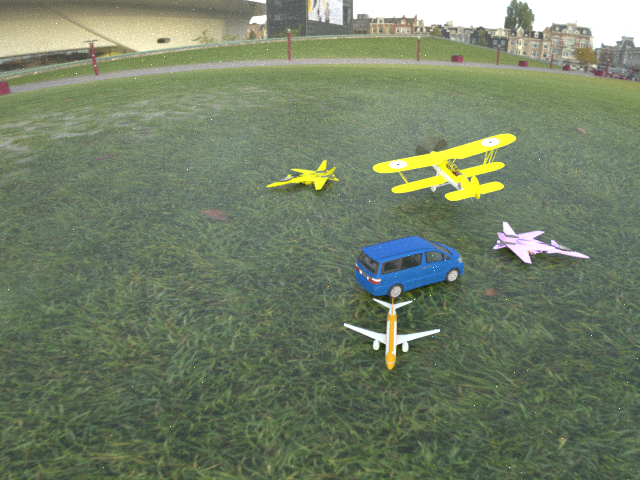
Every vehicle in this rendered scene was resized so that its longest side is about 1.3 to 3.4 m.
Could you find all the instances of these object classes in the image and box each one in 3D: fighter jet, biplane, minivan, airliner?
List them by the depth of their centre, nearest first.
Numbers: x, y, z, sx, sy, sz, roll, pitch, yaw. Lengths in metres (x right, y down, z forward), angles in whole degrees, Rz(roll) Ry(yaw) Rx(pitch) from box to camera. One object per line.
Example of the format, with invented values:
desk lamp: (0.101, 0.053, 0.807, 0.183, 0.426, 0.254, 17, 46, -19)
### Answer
airliner: (0.857, 1.045, 8.353, 1.161, 0.429, 1.307, 3, 27, 6)
minivan: (1.261, 0.306, 9.619, 1.548, 0.616, 0.681, -13, 29, -24)
fighter jet: (3.342, 0.054, 10.490, 1.358, 0.286, 1.147, 12, 29, 22)
biplane: (2.260, -1.133, 12.083, 2.598, 0.981, 2.120, -6, 27, -12)
fighter jet: (-0.376, -1.177, 12.946, 1.358, 0.286, 1.147, -13, 29, -23)
